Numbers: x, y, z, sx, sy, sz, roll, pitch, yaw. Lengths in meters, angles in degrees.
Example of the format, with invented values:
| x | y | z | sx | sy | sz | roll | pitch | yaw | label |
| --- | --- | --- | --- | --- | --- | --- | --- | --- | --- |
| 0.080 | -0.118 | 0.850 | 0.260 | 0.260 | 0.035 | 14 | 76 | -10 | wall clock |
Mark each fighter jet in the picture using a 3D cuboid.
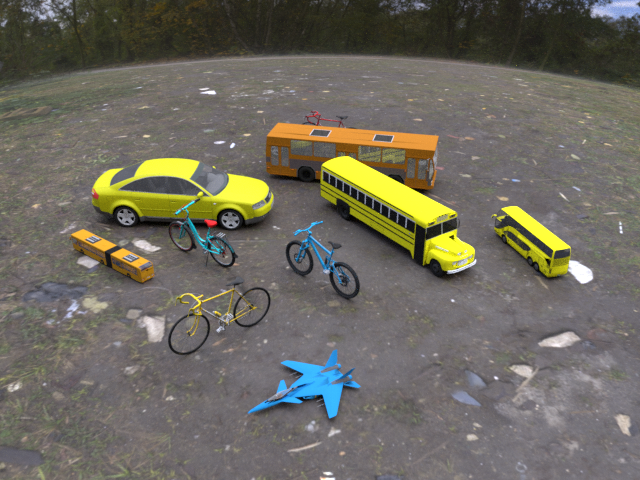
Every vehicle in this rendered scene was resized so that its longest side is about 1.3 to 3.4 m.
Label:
| x | y | z | sx | sy | sz | roll | pitch | yaw | label |
| --- | --- | --- | --- | --- | --- | --- | --- | --- | --- |
| -0.242 | 1.718 | 8.219 | 1.358 | 0.286 | 1.147 | -17 | 33 | -27 | fighter jet |

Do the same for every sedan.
| x | y | z | sx | sy | sz | roll | pitch | yaw | label |
| --- | --- | --- | --- | --- | --- | --- | --- | --- | --- |
| -2.380 | -0.871 | 12.202 | 3.137 | 0.940 | 1.235 | 2 | 29 | 4 | sedan |

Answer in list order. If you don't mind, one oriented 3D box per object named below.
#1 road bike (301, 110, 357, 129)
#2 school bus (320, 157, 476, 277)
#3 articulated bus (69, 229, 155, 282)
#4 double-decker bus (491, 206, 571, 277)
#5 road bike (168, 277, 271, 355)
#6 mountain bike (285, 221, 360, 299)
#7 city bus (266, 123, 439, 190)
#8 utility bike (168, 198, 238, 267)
| x | y | z | sx | sy | sz | roll | pitch | yaw | label |
| --- | --- | --- | --- | --- | --- | --- | --- | --- | --- |
| 0.236 | -2.278 | 14.822 | 1.545 | 0.852 | 0.358 | 10 | 31 | 18 | road bike |
| 1.219 | -0.455 | 11.552 | 0.709 | 0.844 | 3.322 | -19 | 34 | -30 | school bus |
| -3.248 | 0.233 | 10.887 | 1.749 | 0.289 | 0.311 | 21 | 35 | 33 | articulated bus |
| 3.314 | -0.016 | 11.074 | 0.389 | 0.541 | 1.672 | -9 | 30 | -16 | double-decker bus |
| -1.279 | 0.934 | 9.047 | 1.545 | 0.852 | 0.358 | -21 | 35 | -33 | road bike |
| 0.020 | 0.287 | 10.194 | 1.469 | 0.868 | 0.573 | 25 | 38 | 37 | mountain bike |
| 0.618 | -1.598 | 13.556 | 3.255 | 0.894 | 0.926 | 7 | 30 | 12 | city bus |
| -1.866 | -0.083 | 10.778 | 1.435 | 0.946 | 0.535 | 18 | 34 | 29 | utility bike |
